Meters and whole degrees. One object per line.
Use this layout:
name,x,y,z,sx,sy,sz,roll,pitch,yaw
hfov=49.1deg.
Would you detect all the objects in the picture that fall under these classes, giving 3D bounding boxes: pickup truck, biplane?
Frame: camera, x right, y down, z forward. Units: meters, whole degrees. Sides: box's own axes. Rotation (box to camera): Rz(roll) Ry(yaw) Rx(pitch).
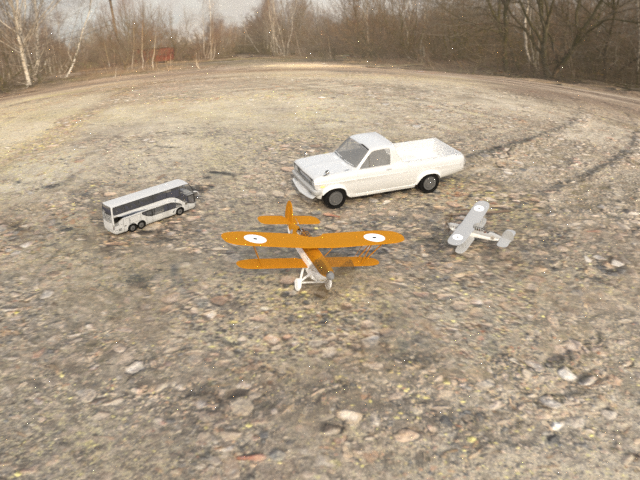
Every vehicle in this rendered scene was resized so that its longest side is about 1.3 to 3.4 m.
pickup truck,1.075,-1.410,12.846,3.117,0.993,1.244,-10,29,-20
biplane,-0.150,0.074,9.919,2.598,0.981,2.120,-9,28,-17
biplane,2.445,-0.108,10.809,1.090,0.504,1.336,15,31,28

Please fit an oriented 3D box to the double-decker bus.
double-decker bus,-2.815,-0.580,11.702,1.672,0.541,0.389,-24,35,-39
